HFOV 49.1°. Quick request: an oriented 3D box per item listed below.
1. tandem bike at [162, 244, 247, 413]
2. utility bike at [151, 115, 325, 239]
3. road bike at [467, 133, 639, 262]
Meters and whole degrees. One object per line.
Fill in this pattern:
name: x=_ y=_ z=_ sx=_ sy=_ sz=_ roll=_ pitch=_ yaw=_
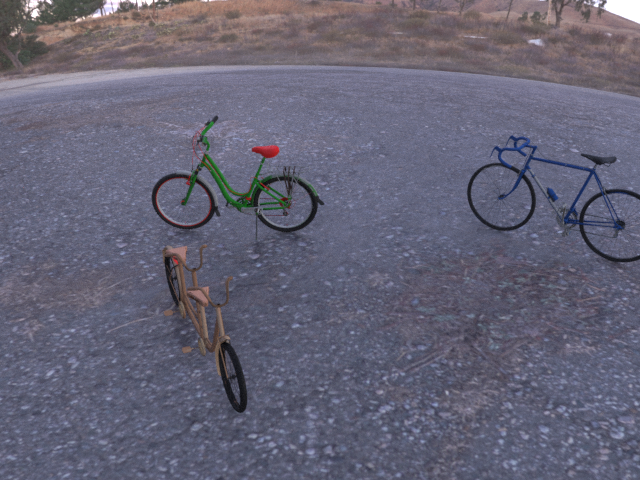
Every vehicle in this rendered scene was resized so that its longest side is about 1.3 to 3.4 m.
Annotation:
tandem bike: x=-1.453 y=0.730 z=8.322 sx=0.550 sy=1.326 sz=3.192 roll=-12 pitch=29 yaw=-23
utility bike: x=-1.326 y=-0.902 z=10.964 sx=2.791 sy=1.839 sz=1.039 roll=1 pitch=27 yaw=3
road bike: x=3.666 y=-0.667 z=10.704 sx=3.004 sy=1.656 sz=0.696 roll=18 pitch=32 yaw=31
